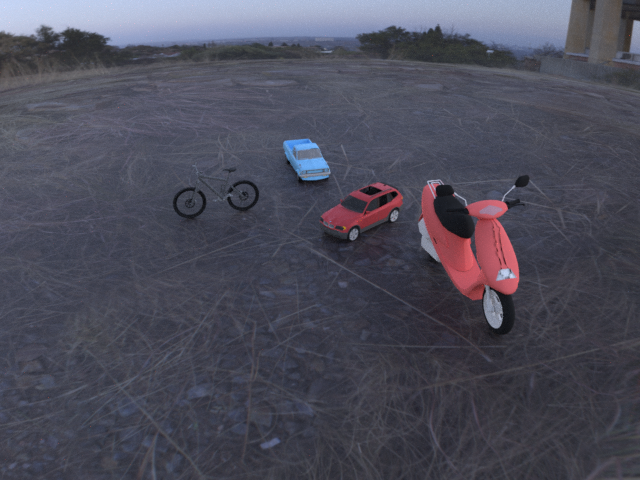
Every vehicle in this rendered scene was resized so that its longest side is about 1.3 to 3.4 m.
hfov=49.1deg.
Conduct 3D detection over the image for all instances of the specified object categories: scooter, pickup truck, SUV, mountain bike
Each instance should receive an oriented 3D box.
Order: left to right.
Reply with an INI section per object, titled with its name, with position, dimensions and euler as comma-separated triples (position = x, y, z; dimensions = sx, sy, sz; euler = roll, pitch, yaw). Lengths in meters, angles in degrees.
[mountain bike]
position = -1.742, -0.826, 11.735
dimensions = 1.469, 0.868, 0.573
euler = -9, 29, -16
[pickup truck]
position = -0.280, -1.622, 13.611
dimensions = 0.640, 0.511, 1.603
euler = -7, 29, -13
[SUV]
position = 0.691, -0.502, 11.433
dimensions = 1.572, 0.580, 0.656
euler = -24, 36, -37
[scooter]
position = 1.962, -0.101, 9.397
dimensions = 1.288, 1.786, 2.721
euler = -7, 29, -14
